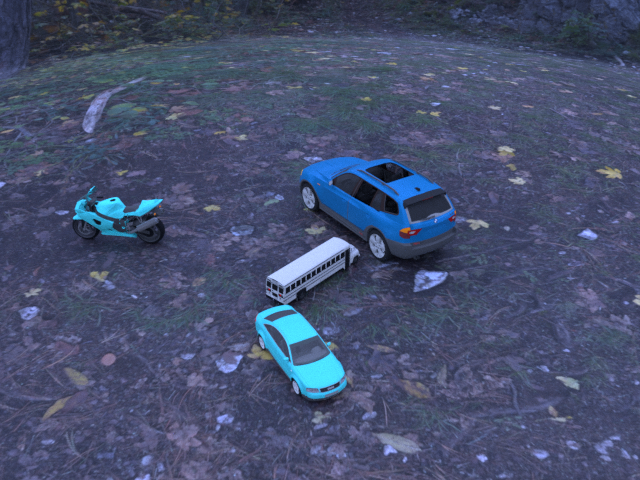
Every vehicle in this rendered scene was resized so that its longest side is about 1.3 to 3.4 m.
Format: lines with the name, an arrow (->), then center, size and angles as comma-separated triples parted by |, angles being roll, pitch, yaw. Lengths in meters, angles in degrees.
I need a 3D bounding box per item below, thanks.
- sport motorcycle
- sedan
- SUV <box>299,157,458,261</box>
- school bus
sport motorcycle -> -3.139, -0.346, 10.863 | 1.520, 0.821, 0.506 | 3, 31, 5
sedan -> -0.251, 1.294, 8.460 | 0.635, 0.483, 1.613 | -16, 34, -24
SUV -> 0.855, -0.735, 11.211 | 1.276, 1.128, 3.058 | -19, 36, -29
school bus -> -0.057, 0.394, 10.007 | 0.365, 0.434, 1.708 | 24, 39, 34
